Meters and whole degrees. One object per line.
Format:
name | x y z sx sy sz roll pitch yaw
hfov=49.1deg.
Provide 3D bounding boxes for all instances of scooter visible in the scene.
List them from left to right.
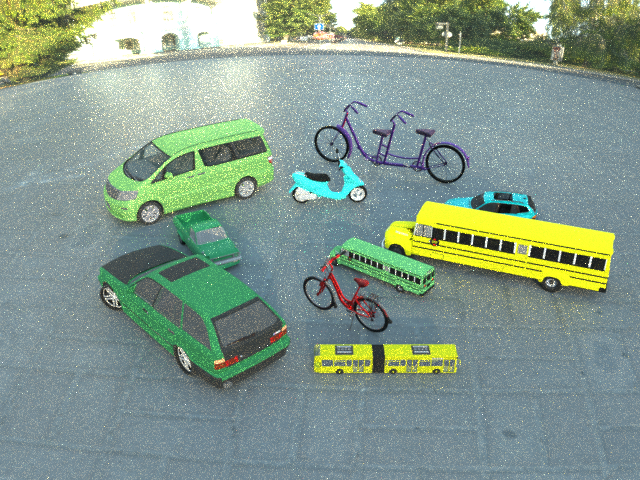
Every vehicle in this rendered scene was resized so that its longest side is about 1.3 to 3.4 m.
scooter | 0.148 -1.079 12.398 1.399 0.919 0.662 -1 29 -2

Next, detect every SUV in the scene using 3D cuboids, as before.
SUV | 2.837 -0.498 11.704 1.572 0.580 0.656 6 30 10

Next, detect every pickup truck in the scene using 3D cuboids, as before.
pickup truck | -1.797 -0.059 10.988 0.640 0.511 1.603 -15 32 -24

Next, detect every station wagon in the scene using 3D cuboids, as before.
station wagon | -1.769 0.733 9.146 1.327 0.920 3.105 -24 37 -36

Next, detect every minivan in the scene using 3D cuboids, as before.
minivan | -2.337 -1.267 12.450 3.011 1.197 1.324 -18 34 -29

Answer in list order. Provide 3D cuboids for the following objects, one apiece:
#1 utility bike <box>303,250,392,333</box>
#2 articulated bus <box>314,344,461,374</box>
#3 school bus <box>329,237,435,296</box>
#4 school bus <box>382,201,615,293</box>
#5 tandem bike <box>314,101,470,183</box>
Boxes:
utility bike | 0.312 0.701 9.177 1.435 0.946 0.535 20 35 31
articulated bus | 0.802 1.445 8.517 1.749 0.289 0.311 0 29 0
school bus | 0.870 0.357 10.320 1.708 0.434 0.365 21 35 33
school bus | 2.567 0.062 10.429 3.322 0.844 0.709 11 31 20
tandem bike | 1.324 -1.903 13.459 3.192 1.326 0.550 13 32 22
